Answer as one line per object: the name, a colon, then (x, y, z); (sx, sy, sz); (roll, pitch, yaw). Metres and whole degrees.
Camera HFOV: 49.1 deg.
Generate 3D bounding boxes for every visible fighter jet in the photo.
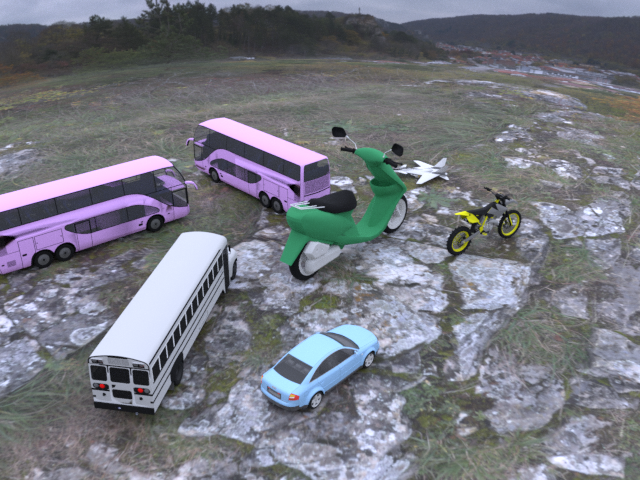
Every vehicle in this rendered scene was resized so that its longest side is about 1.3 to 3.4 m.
fighter jet: (1.723, -1.349, 13.129); (1.358, 0.286, 1.147); (2, 28, 4)

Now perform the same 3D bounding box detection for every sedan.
sedan: (0.038, 1.330, 7.826); (0.635, 0.483, 1.613); (22, 35, 36)

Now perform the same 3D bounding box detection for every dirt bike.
dirt bike: (2.493, -0.290, 10.504); (1.493, 0.857, 0.527); (-16, 32, -28)

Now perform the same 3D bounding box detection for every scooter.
scooter: (0.450, -0.571, 10.039); (1.288, 1.786, 2.721); (23, 36, 37)

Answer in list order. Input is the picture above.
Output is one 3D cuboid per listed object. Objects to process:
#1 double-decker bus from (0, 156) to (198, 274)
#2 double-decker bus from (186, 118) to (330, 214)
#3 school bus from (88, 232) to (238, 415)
double-decker bus: (-3.449, -0.460, 10.617); (3.251, 1.052, 0.756); (-22, 35, -35)
double-decker bus: (-1.129, -1.337, 12.285); (0.756, 1.052, 3.251); (-23, 36, -37)
school bus: (-1.733, 0.771, 8.502); (0.709, 0.844, 3.322); (4, 28, 8)
